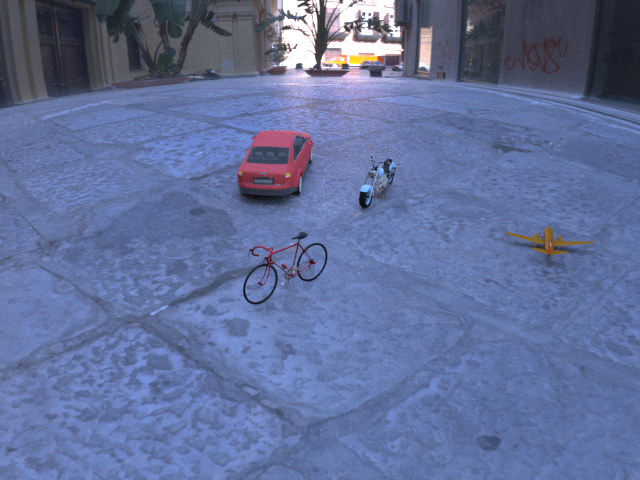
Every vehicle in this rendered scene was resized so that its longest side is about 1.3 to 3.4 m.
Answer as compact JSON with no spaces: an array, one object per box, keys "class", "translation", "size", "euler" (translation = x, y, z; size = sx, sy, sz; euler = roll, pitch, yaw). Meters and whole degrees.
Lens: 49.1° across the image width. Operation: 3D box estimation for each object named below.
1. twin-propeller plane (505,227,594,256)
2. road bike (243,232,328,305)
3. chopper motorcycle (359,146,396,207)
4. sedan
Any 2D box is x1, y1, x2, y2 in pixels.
[{"class":"twin-propeller plane","translation":[3.627,-0.027,11.072],"size":[1.370,0.407,1.095],"euler":[7,27,14]},{"class":"road bike","translation":[-0.461,0.348,9.789],"size":[1.545,0.852,0.358],"euler":[-22,33,-38]},{"class":"chopper motorcycle","translation":[1.084,-1.191,13.067],"size":[0.466,0.761,1.563],"euler":[12,28,23]},{"class":"sedan","translation":[-0.838,-1.710,13.933],"size":[1.235,0.940,3.137],"euler":[3,26,6]}]
